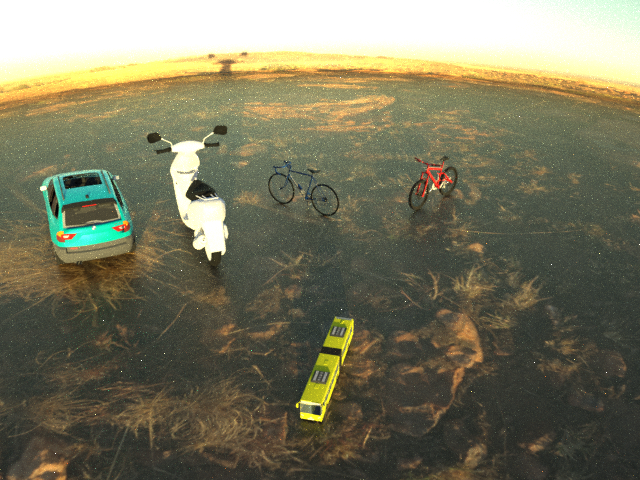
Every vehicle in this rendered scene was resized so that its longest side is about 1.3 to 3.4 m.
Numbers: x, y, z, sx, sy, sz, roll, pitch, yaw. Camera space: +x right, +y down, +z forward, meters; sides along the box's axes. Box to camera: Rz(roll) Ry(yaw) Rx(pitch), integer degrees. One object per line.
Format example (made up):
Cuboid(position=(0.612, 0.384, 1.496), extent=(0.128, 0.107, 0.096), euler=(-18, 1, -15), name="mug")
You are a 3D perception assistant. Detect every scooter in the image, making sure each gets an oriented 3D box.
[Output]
Cuboid(position=(-1.983, -0.823, 11.211), extent=(1.288, 1.786, 2.721), euler=(-10, 29, -19), name="scooter")

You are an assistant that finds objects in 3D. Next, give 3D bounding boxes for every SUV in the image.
Cuboid(position=(-3.871, -0.612, 11.523), extent=(1.276, 1.128, 3.058), euler=(-11, 29, -20), name="SUV")

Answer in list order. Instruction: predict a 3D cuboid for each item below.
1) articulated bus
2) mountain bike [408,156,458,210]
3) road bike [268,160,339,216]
Cuboid(position=(0.103, 1.482, 8.314), extent=(0.311, 0.289, 1.749), euler=(6, 28, 12), name="articulated bus")
Cuboid(position=(2.085, -1.093, 12.761), extent=(0.573, 0.868, 1.469), euler=(24, 35, 38), name="mountain bike")
Cuboid(position=(-0.311, -0.933, 12.464), extent=(1.545, 0.852, 0.358), euler=(17, 31, 30), name="road bike")
